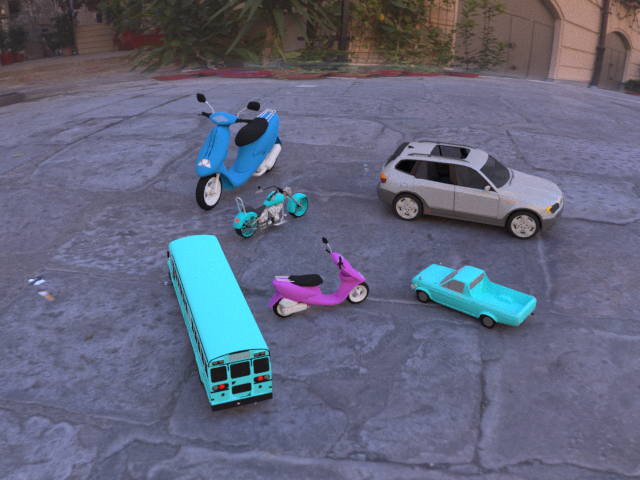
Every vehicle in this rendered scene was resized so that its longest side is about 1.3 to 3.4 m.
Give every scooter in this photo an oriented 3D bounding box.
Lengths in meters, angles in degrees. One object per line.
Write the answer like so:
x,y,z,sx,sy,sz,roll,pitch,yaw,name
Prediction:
-1.441,-1.760,12.571,1.288,1.786,2.721,13,30,24,scooter
0.001,0.525,9.082,1.399,0.919,0.662,-9,29,-17,scooter

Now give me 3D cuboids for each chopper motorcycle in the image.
-0.772,-0.549,11.340,0.466,0.761,1.563,23,35,37,chopper motorcycle

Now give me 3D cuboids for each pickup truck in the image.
2.005,0.679,9.229,1.603,0.511,0.640,20,33,34,pickup truck

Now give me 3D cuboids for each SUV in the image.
2.485,-0.919,11.658,3.058,1.128,1.276,10,29,19,SUV

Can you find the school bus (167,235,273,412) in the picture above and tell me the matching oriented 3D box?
-1.350,0.795,8.640,0.709,0.844,3.322,-9,29,-17,school bus
